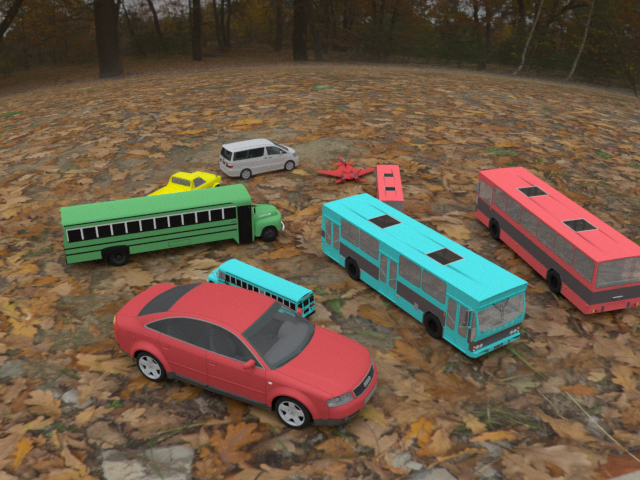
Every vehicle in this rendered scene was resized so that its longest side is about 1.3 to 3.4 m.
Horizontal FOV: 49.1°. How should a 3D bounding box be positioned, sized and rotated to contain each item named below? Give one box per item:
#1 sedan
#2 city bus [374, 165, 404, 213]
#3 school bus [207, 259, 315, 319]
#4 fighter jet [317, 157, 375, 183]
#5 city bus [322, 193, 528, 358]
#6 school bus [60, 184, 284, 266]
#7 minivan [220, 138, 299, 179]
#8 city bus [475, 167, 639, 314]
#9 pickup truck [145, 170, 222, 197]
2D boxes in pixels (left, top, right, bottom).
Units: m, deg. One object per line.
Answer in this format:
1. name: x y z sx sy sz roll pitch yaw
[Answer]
1. sedan: -0.869 1.127 7.843 3.137 0.940 1.235 12 29 23
2. city bus: 1.202 -0.803 12.199 0.476 0.460 1.674 1 27 2
3. school bus: -0.834 0.644 9.361 1.708 0.434 0.365 20 33 34
4. fighter jet: 0.499 -1.479 13.730 1.147 0.286 1.358 -3 27 -6
5. city bus: 1.230 0.378 9.377 0.926 0.894 3.255 -16 31 -29
6. school bus: -2.191 -0.265 10.707 3.322 0.844 0.709 -9 28 -18
7. minivan: -1.173 -1.637 13.679 1.548 0.616 0.681 -14 30 -26
8. city bus: 3.373 -0.076 10.276 0.926 0.894 3.255 -7 28 -14
9. pickup truck: -2.399 -0.882 12.299 0.640 0.511 1.603 14 30 25
